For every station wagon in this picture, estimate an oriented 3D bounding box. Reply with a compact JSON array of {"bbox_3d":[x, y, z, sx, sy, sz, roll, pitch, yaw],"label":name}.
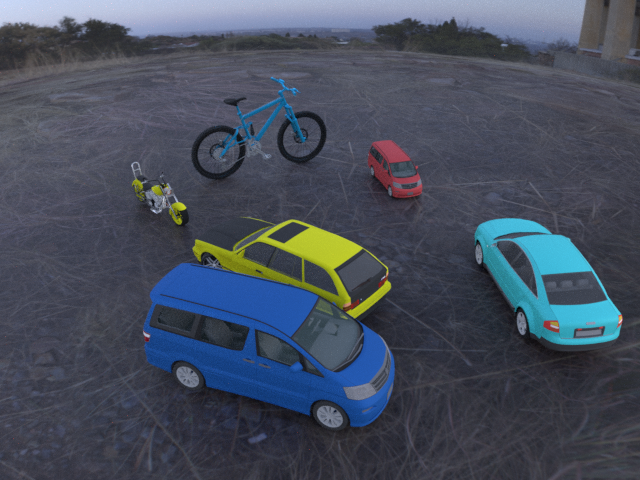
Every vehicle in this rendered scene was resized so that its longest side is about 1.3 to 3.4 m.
[{"bbox_3d":[-0.505,0.251,10.283,3.105,0.920,1.327,21,36,32],"label":"station wagon"}]

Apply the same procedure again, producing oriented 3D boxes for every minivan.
[{"bbox_3d":[1.426,-1.358,13.367,0.681,0.616,1.548,-9,31,-15],"label":"minivan"},{"bbox_3d":[-0.597,1.199,8.371,3.011,1.197,1.324,11,32,18],"label":"minivan"}]

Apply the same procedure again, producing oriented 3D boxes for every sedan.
[{"bbox_3d":[3.139,0.406,9.997,1.235,0.940,3.137,-4,30,-7],"label":"sedan"}]

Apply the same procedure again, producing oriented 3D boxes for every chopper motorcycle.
[{"bbox_3d":[-2.827,-0.811,12.277,0.466,0.761,1.563,-26,39,-37],"label":"chopper motorcycle"}]

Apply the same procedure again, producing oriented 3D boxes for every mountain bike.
[{"bbox_3d":[-1.148,-2.131,13.631,2.857,1.688,1.114,-14,33,-23],"label":"mountain bike"}]
